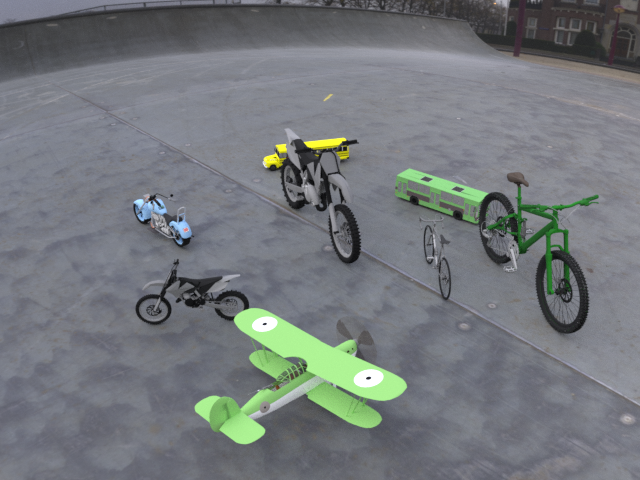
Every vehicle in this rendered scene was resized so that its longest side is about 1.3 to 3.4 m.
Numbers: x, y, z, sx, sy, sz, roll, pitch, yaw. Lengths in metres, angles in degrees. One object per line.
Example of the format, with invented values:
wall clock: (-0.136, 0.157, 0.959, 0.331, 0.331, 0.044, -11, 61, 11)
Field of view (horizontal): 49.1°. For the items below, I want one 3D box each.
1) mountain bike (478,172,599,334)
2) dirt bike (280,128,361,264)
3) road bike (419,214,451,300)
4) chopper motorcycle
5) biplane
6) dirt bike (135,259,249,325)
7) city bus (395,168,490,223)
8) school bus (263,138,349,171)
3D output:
mountain bike: (2.896, -0.016, 9.664, 1.114, 1.688, 2.857, -7, 31, -12)
dirt bike: (-0.032, -0.864, 11.164, 1.024, 1.666, 2.903, -13, 32, -21)
road bike: (1.697, 0.195, 10.136, 0.358, 0.852, 1.545, -3, 30, -5)
chopper motorcycle: (-2.582, -0.424, 11.308, 0.466, 0.761, 1.563, -25, 38, -36)
biplane: (-0.329, 1.544, 7.654, 2.120, 0.981, 2.598, -24, 38, -36)
dirt bike: (-1.689, 0.732, 9.195, 1.493, 0.857, 0.527, -3, 30, -5)
city bus: (2.116, -0.762, 12.201, 1.674, 0.460, 0.476, 23, 37, 34)
school bus: (-0.281, -1.704, 13.869, 1.708, 0.434, 0.365, -8, 31, -14)
